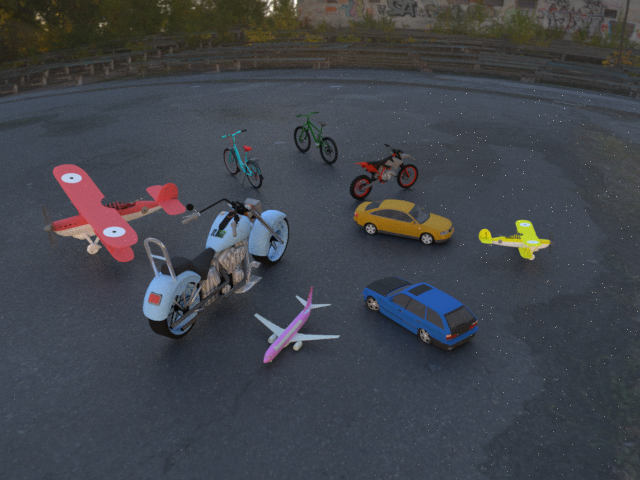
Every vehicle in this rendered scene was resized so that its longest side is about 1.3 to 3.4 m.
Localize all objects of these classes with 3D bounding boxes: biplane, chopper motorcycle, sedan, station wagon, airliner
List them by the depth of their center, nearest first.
[{"bbox_3d":[-0.358,1.026,8.478,1.161,0.429,1.307,12,29,22],"label":"airliner"},{"bbox_3d":[1.228,0.814,8.855,0.682,0.473,1.597,-20,32,-34],"label":"station wagon"},{"bbox_3d":[-1.235,0.105,9.151,0.906,1.480,3.040,13,29,24],"label":"chopper motorcycle"},{"bbox_3d":[2.920,0.009,10.441,1.090,0.504,1.336,4,27,8],"label":"biplane"},{"bbox_3d":[-3.123,-0.386,10.701,2.120,0.981,2.598,-18,31,-32],"label":"biplane"},{"bbox_3d":[1.336,-0.340,11.167,1.613,0.483,0.635,11,28,21],"label":"sedan"}]

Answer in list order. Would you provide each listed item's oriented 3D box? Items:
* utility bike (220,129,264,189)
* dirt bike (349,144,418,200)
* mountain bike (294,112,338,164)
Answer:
[{"bbox_3d":[-1.490,-1.512,13.007,0.535,0.946,1.435,-18,32,-32],"label":"utility bike"},{"bbox_3d":[1.164,-1.224,12.528,1.493,0.857,0.527,-15,30,-27],"label":"dirt bike"},{"bbox_3d":[-0.098,-2.088,14.254,0.573,0.868,1.469,-18,32,-32],"label":"mountain bike"}]
